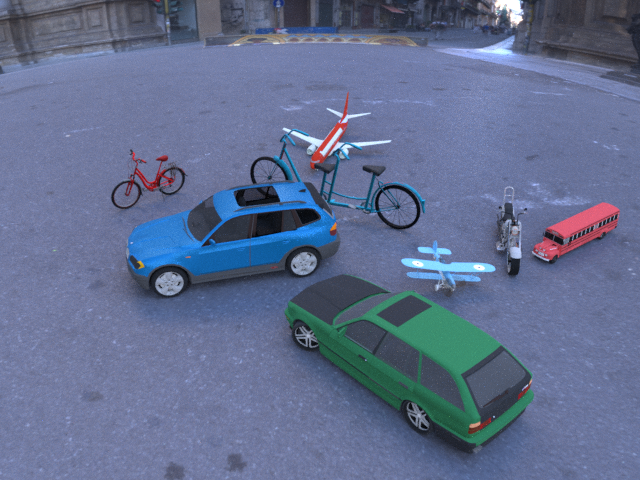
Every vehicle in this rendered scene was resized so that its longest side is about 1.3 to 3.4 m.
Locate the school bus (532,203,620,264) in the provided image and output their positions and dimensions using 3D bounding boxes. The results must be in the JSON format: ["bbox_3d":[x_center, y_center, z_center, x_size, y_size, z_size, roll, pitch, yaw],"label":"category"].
[{"bbox_3d":[3.930,-0.120,10.736,1.708,0.434,0.365,-21,36,-31],"label":"school bus"}]

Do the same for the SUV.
[{"bbox_3d":[-1.240,-0.111,10.037,3.058,1.128,1.276,-8,31,-13],"label":"SUV"}]

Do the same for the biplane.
[{"bbox_3d":[1.743,0.385,9.809,1.336,0.504,1.090,-4,31,-7],"label":"biplane"}]

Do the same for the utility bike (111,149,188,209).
[{"bbox_3d":[-2.859,-1.058,11.826,1.435,0.946,0.535,-22,37,-33],"label":"utility bike"}]

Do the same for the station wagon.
[{"bbox_3d":[0.900,1.144,8.108,1.327,0.920,3.105,-25,38,-35],"label":"station wagon"}]

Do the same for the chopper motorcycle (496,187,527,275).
[{"bbox_3d":[2.854,-0.150,10.465,0.466,0.761,1.563,4,31,6],"label":"chopper motorcycle"}]

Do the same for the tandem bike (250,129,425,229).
[{"bbox_3d":[0.211,-1.016,11.380,3.192,1.326,0.550,15,33,23],"label":"tandem bike"}]

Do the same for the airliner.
[{"bbox_3d":[0.233,-2.140,13.774,2.257,0.835,2.541,9,32,15],"label":"airliner"}]
